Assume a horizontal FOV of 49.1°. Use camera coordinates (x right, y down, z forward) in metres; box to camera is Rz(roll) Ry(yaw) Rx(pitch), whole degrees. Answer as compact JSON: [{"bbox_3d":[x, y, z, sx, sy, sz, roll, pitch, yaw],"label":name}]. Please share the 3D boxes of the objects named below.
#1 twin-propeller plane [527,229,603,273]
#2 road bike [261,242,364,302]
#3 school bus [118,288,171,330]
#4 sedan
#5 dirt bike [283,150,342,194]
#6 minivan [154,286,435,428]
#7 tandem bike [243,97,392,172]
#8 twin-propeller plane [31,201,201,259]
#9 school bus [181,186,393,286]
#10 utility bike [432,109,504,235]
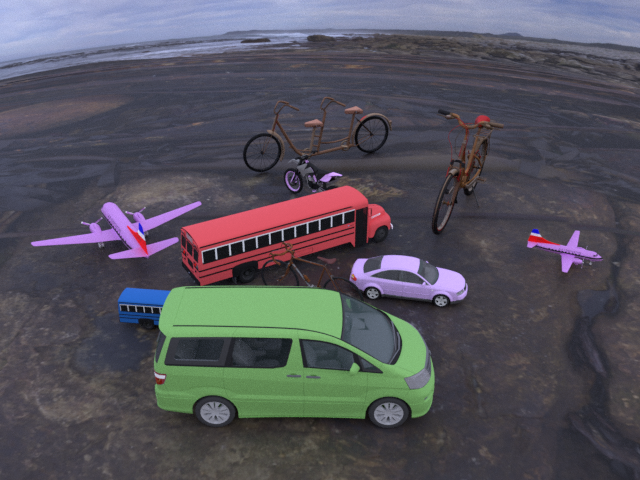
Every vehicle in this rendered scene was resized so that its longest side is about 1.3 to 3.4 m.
[{"bbox_3d":[3.652,0.109,10.429,1.095,0.407,1.370,13,31,22],"label":"twin-propeller plane"},{"bbox_3d":[-0.123,0.524,9.220,1.545,0.852,0.358,14,32,24],"label":"road bike"},{"bbox_3d":[-1.700,0.910,8.952,1.708,0.434,0.365,4,29,6],"label":"school bus"},{"bbox_3d":[1.217,0.513,9.620,1.613,0.483,0.635,6,29,10],"label":"sedan"},{"bbox_3d":[-0.115,-1.038,12.038,1.493,0.857,0.527,25,38,38],"label":"dirt bike"},{"bbox_3d":[-0.251,1.207,7.627,3.011,1.197,1.324,0,29,0],"label":"minivan"},{"bbox_3d":[0.011,-2.124,13.517,3.192,1.326,0.550,-13,31,-22],"label":"tandem bike"},{"bbox_3d":[-2.983,-0.246,10.673,2.663,0.792,2.129,-17,33,-27],"label":"twin-propeller plane"},{"bbox_3d":[-0.386,-0.126,10.401,3.322,0.844,0.709,-16,33,-27],"label":"school bus"},{"bbox_3d":[2.472,-1.276,11.454,1.039,1.839,2.791,14,32,24],"label":"utility bike"}]
